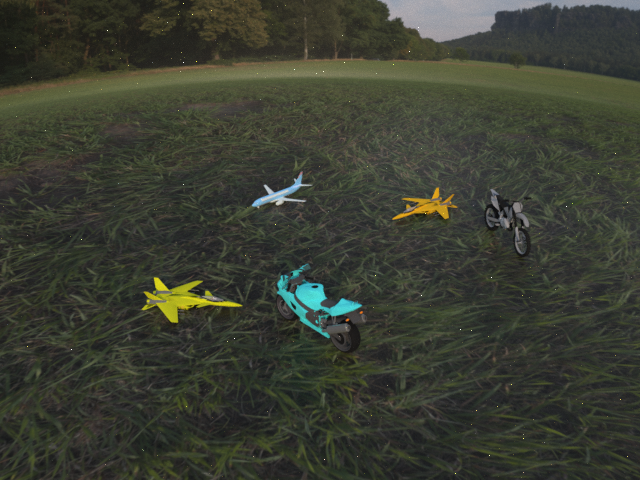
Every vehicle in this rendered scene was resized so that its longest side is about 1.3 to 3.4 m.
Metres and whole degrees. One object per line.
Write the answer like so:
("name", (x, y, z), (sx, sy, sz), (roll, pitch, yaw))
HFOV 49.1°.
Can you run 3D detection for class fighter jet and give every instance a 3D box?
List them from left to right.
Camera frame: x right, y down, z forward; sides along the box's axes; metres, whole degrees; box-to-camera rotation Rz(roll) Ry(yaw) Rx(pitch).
("fighter jet", (-1.750, 0.793, 9.780), (1.358, 0.286, 1.147), (4, 26, 8))
("fighter jet", (1.821, -0.618, 12.704), (1.358, 0.286, 1.147), (-18, 31, -32))

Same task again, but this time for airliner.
("airliner", (-0.780, -0.938, 13.202), (1.307, 0.429, 1.161), (-23, 34, -39))

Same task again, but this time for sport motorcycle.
("sport motorcycle", (-0.043, 0.876, 8.993), (1.520, 0.821, 0.506), (23, 34, 40))

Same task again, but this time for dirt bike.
("dirt bike", (3.088, -0.347, 11.486), (0.527, 0.857, 1.493), (-6, 26, -13))
